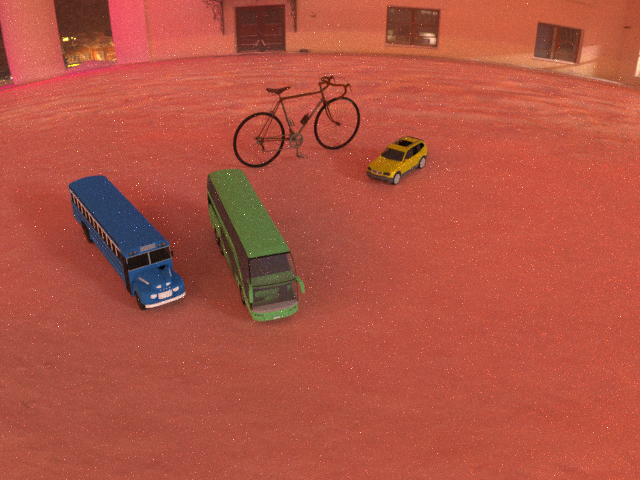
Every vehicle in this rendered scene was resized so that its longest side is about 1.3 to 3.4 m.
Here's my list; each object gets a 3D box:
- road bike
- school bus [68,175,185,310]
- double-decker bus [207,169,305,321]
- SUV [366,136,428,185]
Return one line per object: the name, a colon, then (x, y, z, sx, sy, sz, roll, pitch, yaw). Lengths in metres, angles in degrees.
road bike: (-0.419, -2.444, 14.284, 3.004, 1.656, 0.696, -17, 34, -27)
school bus: (-3.047, -0.035, 10.864, 0.709, 0.844, 3.322, -18, 34, -29)
double-decker bus: (-1.079, 0.007, 10.579, 0.756, 1.052, 3.251, -10, 31, -16)
SUV: (1.551, -1.613, 13.910, 0.656, 0.580, 1.572, 21, 36, 32)
